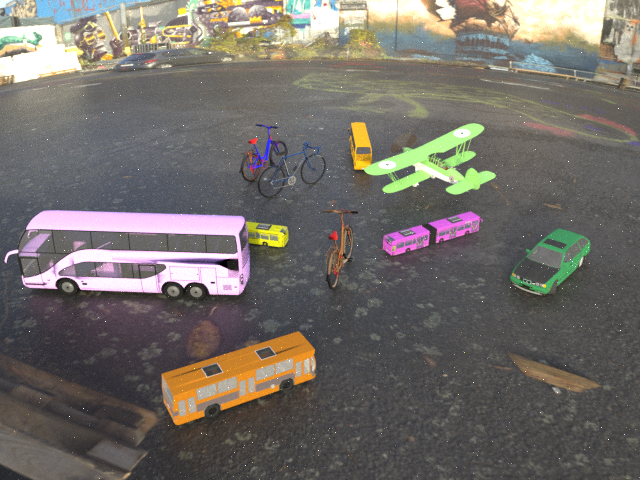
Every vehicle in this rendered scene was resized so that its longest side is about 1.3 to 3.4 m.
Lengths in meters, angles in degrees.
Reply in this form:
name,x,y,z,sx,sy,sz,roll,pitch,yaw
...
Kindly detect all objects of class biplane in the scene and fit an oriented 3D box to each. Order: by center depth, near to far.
name,x,y,z,sx,sy,sz,roll,pitch,yaw
biplane,2.080,-1.278,12.505,2.598,0.981,2.120,-16,32,-28

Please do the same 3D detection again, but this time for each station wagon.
name,x,y,z,sx,sy,sz,roll,pitch,yaw
station wagon,3.349,0.268,10.127,0.682,0.473,1.597,22,35,35

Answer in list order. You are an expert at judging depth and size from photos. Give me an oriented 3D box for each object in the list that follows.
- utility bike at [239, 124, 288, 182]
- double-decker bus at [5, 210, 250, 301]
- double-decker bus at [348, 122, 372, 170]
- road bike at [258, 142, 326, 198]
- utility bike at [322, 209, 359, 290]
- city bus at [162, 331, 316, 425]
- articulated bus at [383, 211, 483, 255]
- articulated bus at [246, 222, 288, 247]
name,x,y,z,sx,sy,sz,roll,pitch,yaw
utility bike,-1.112,-1.706,13.350,0.535,0.946,1.435,18,33,30
double-decker bus,-2.602,0.184,9.666,3.251,1.052,0.756,2,28,4
double-decker bus,0.811,-1.932,14.209,0.389,0.541,1.672,-1,28,-1
road bike,-0.490,-1.287,12.658,1.545,0.852,0.358,-21,34,-34
utility bike,0.244,0.061,10.013,0.535,0.946,1.435,7,29,14
city bus,-0.875,1.528,7.761,1.674,0.460,0.476,-14,31,-25
articulated bus,1.784,-0.109,11.036,1.749,0.289,0.311,-15,31,-26
articulated bus,-1.371,-0.149,11.112,1.749,0.289,0.311,7,29,13
